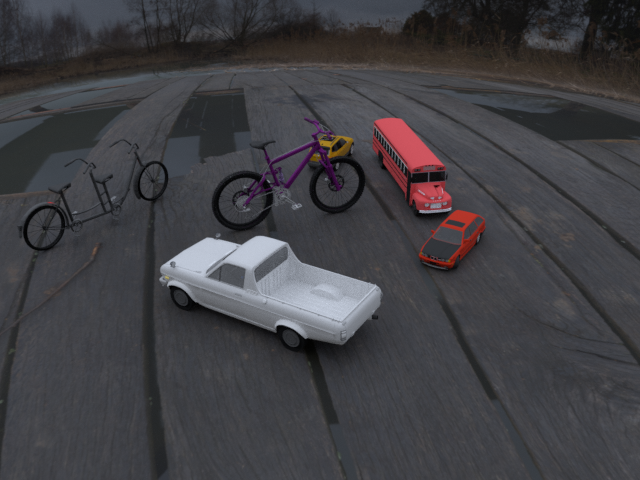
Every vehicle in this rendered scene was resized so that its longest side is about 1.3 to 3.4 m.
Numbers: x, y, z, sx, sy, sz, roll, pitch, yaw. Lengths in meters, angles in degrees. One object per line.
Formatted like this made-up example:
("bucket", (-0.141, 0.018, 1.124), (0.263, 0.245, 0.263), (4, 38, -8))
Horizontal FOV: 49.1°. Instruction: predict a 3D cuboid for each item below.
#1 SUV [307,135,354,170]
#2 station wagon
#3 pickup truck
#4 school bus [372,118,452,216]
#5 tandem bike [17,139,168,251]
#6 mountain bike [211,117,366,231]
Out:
("SUV", (0.236, -1.958, 14.912), (0.656, 0.580, 1.572), (10, 30, 18))
("station wagon", (2.178, -0.051, 11.444), (0.682, 0.473, 1.597), (16, 32, 28))
("pickup truck", (-0.737, 0.590, 9.686), (3.117, 0.993, 1.244), (16, 32, 27))
("school bus", (1.765, -1.489, 13.750), (0.709, 0.844, 3.322), (-5, 28, -9))
("tandem bike", (-3.828, -0.874, 12.083), (0.550, 1.326, 3.192), (18, 33, 31))
("mountain bike", (-0.498, -1.089, 12.101), (2.857, 1.688, 1.114), (-11, 30, -20))
